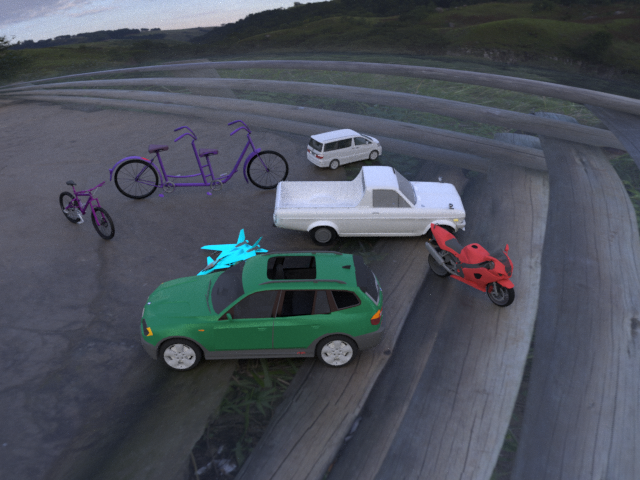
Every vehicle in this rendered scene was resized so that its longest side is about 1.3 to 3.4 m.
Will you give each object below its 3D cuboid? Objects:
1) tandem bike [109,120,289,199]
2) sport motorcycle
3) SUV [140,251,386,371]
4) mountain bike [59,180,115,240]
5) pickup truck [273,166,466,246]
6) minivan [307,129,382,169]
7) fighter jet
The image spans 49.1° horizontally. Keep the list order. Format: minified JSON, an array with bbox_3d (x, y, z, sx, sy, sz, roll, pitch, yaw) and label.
[{"bbox_3d":[-2.148,-1.414,12.505,3.192,1.326,0.550,-5,30,-8],"label":"tandem bike"},{"bbox_3d":[2.123,0.346,9.880,0.506,0.821,1.520,-23,37,-35],"label":"sport motorcycle"},{"bbox_3d":[-0.702,0.803,8.750,3.058,1.128,1.276,-1,29,-2],"label":"SUV"},{"bbox_3d":[-3.839,-0.540,11.413,1.469,0.868,0.573,22,36,34],"label":"mountain bike"},{"bbox_3d":[0.793,-0.617,11.422,3.117,0.993,1.244,0,29,0],"label":"pickup truck"},{"bbox_3d":[0.516,-1.881,14.065,1.548,0.616,0.681,-16,33,-26],"label":"minivan"},{"bbox_3d":[-1.453,0.261,10.578,1.147,0.286,1.358,21,35,32],"label":"fighter jet"}]
